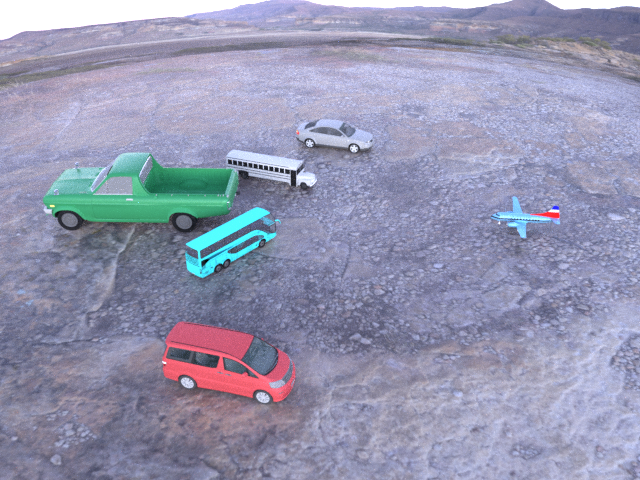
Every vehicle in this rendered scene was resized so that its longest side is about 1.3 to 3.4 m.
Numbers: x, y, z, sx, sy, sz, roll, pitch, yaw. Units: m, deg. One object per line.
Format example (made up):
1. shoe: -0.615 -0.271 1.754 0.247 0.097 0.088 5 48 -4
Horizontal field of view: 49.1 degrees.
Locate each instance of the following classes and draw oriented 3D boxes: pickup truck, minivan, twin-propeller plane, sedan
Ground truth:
1. pickup truck: -2.932 -0.855 11.603 3.117 0.993 1.244 1 31 1
2. minivan: -1.063 1.421 8.248 1.548 0.616 0.681 8 32 13
3. twin-propeller plane: 3.351 -0.407 11.433 1.095 0.407 1.370 4 32 7
4. sedan: 0.308 -2.150 14.205 1.613 0.483 0.635 9 33 14

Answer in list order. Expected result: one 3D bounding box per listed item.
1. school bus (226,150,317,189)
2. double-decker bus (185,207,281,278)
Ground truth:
1. school bus: -0.893 -1.306 12.874 1.708 0.434 0.365 11 33 18
2. double-decker bus: -1.308 0.002 10.636 0.389 0.541 1.672 24 39 34
